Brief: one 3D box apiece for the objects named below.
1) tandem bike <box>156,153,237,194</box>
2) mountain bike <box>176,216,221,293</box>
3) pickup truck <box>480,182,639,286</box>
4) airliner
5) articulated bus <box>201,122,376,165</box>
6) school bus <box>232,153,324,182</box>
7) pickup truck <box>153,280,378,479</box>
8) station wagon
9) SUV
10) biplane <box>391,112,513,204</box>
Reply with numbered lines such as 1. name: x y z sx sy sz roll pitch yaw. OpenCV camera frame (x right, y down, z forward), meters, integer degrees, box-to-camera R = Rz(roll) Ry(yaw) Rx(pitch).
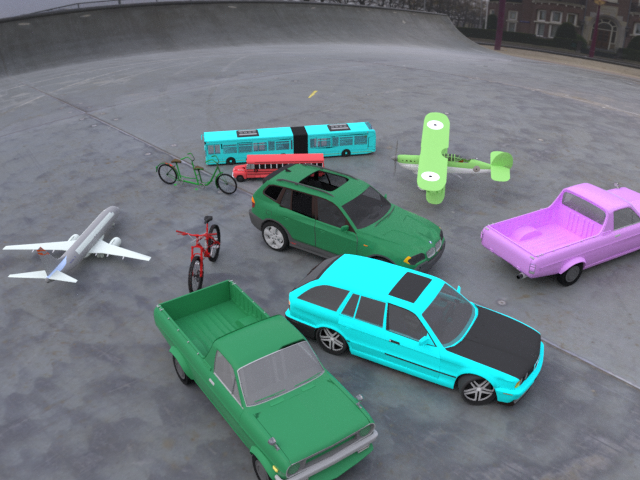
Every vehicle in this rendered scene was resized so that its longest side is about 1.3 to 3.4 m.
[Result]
1. tandem bike: -2.224 -1.218 12.483 1.642 0.682 0.283 11 32 18
2. mountain bike: -1.646 0.138 9.952 0.573 0.868 1.469 4 30 7
3. pickup truck: 3.927 -0.214 10.435 3.117 0.993 1.244 -15 33 -25
4. airliner: -3.530 -0.107 10.409 2.257 0.835 2.541 4 30 7
5. articulated bus: -0.605 -1.911 13.802 3.401 0.561 0.605 -5 30 -9
6. school bus: -0.771 -1.349 12.957 1.708 0.434 0.365 -1 30 -2
7. pickup truck: -0.722 1.373 7.690 1.244 0.993 3.117 -19 35 -29
8. station wagon: 1.132 0.957 8.481 3.105 0.920 1.327 16 34 25
9. SUV: 0.365 -0.318 10.481 3.058 1.128 1.276 19 35 29
10. biplane: 2.310 -1.330 12.377 2.120 0.981 2.598 5 30 9
